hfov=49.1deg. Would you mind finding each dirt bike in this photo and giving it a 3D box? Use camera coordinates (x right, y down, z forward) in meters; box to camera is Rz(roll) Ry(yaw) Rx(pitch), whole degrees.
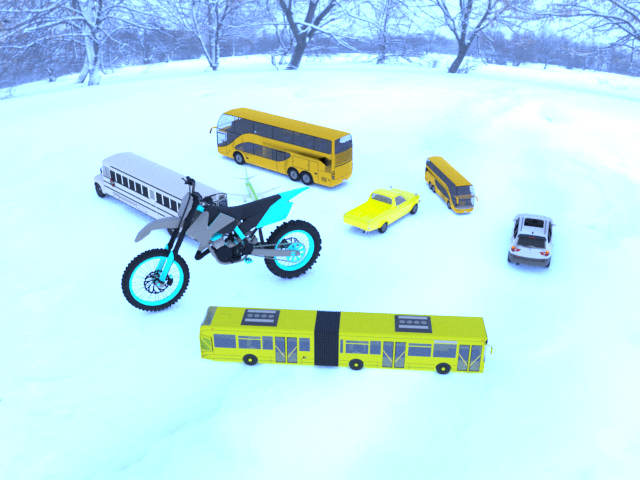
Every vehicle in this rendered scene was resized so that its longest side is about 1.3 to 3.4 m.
[{"bbox_3d":[-1.272,0.007,9.477,2.903,1.666,1.024,-13,30,-24],"label":"dirt bike"}]

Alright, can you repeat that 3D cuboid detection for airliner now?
[{"bbox_3d":[-1.238,-0.953,12.755,1.161,0.429,1.307,-8,28,-15],"label":"airliner"}]

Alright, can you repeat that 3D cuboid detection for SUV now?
[{"bbox_3d":[3.302,-0.094,10.883,0.656,0.580,1.572,8,28,16],"label":"SUV"}]

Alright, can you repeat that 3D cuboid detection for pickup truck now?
[{"bbox_3d":[1.068,-0.563,11.892,0.640,0.511,1.603,20,33,34],"label":"pickup truck"}]

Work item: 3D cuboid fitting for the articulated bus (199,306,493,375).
[{"bbox_3d":[0.284,1.186,8.365,3.401,0.561,0.605,2,27,4],"label":"articulated bus"}]

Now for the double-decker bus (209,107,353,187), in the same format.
[{"bbox_3d":[-0.805,-1.895,13.932,3.251,1.052,0.756,20,33,34],"label":"double-decker bus"}]

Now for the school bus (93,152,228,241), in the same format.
[{"bbox_3d":[-2.851,-0.827,12.045,3.322,0.844,0.709,24,35,39],"label":"school bus"}]

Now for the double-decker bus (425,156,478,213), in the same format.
[{"bbox_3d":[2.350,-1.008,12.740,0.389,0.541,1.672,-6,27,-11],"label":"double-decker bus"}]
